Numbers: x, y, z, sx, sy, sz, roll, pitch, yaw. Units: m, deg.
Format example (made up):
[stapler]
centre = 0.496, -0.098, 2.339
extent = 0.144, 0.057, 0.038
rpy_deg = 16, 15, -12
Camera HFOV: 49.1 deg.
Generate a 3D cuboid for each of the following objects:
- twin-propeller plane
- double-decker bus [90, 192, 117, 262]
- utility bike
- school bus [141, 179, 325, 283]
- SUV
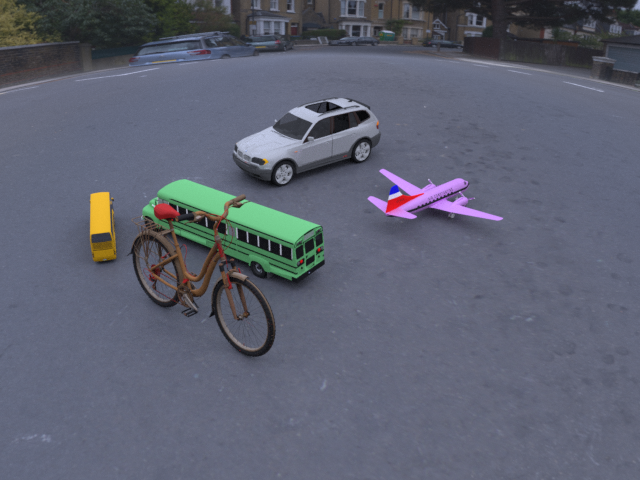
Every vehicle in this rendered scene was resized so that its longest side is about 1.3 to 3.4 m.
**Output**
[twin-propeller plane]
centre = 1.847, -0.794, 11.779
extent = 2.129, 0.792, 2.663
rpy_deg = -23, 36, -35
[double-decker bus]
centre = -3.432, -0.250, 11.046
extent = 0.389, 0.541, 1.672
rpy_deg = -8, 30, -14
[utility bike]
centre = -1.513, 0.256, 8.770
extent = 2.791, 1.839, 1.039
rpy_deg = 22, 36, 35
[school bus]
centre = -1.453, -0.222, 10.678
extent = 3.322, 0.844, 0.709
rpy_deg = 20, 34, 32
[SUV]
centre = -0.224, -2.004, 13.638
extent = 3.058, 1.128, 1.276
rpy_deg = -20, 34, -32
